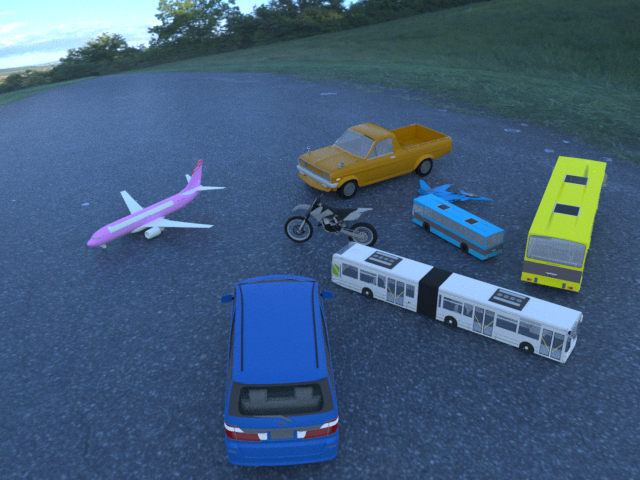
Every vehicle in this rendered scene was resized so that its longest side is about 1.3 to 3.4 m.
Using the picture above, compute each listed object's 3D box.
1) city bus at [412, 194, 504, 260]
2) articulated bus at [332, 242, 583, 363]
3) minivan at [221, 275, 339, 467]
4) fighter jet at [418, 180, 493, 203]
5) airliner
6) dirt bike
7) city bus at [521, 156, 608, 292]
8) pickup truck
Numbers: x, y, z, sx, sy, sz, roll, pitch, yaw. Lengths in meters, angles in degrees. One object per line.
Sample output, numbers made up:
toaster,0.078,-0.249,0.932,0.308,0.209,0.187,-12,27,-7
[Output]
city bus,2.180,-0.214,11.242,0.476,0.460,1.674,-18,33,-30
articulated bus,1.700,0.761,9.290,3.401,0.561,0.605,17,32,30
minivan,-0.462,1.147,7.879,1.324,1.197,3.011,-2,28,-4
fighter jet,2.437,-0.833,12.600,1.358,0.286,1.147,4,28,8
airliner,-2.805,-0.599,11.569,2.257,0.835,2.541,20,34,33
dirt bike,0.164,-0.285,10.951,1.493,0.857,0.527,5,28,10
city bus,3.873,-0.317,10.973,0.926,0.894,3.255,12,30,21
pickup truck,1.092,-1.692,13.469,3.117,0.993,1.244,-18,33,-31
